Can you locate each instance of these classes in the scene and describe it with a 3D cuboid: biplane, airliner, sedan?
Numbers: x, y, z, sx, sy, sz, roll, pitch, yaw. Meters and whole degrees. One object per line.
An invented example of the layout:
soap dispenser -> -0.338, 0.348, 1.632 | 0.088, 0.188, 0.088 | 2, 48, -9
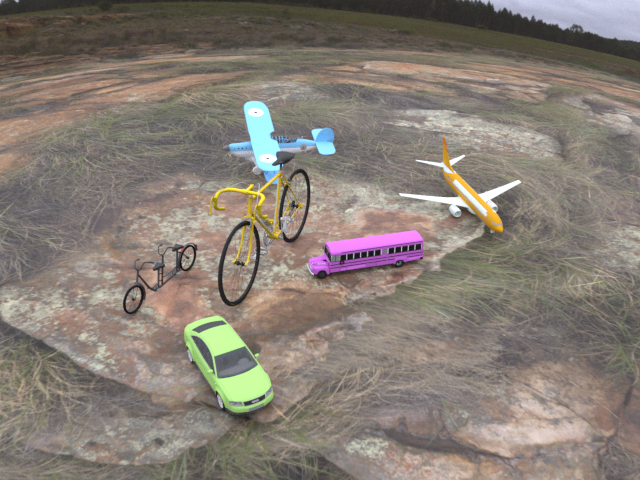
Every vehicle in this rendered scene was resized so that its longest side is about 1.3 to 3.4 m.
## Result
biplane -> -0.763, -1.760, 13.188 | 2.120, 0.981, 2.598 | -6, 30, -10
airliner -> 2.527, -0.936, 11.871 | 2.257, 0.835, 2.541 | -7, 30, -12
sedan -> -1.081, 1.380, 8.107 | 0.635, 0.483, 1.613 | -16, 33, -26

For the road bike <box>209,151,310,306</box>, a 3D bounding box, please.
road bike -> -0.722, -0.321, 9.939 | 0.696, 1.656, 3.004 | 11, 31, 19

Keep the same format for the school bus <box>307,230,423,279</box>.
school bus -> 0.662, 0.203, 10.252 | 1.708, 0.434, 0.365 | -8, 30, -14

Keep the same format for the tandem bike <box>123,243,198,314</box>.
tandem bike -> -2.182, 0.396, 9.657 | 0.283, 0.682, 1.642 | 14, 32, 23
